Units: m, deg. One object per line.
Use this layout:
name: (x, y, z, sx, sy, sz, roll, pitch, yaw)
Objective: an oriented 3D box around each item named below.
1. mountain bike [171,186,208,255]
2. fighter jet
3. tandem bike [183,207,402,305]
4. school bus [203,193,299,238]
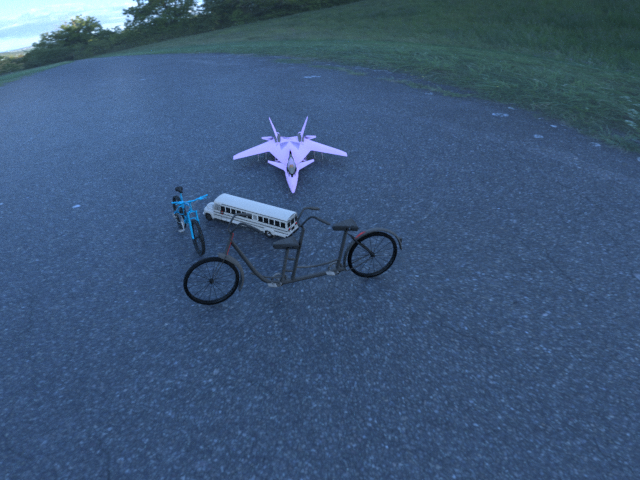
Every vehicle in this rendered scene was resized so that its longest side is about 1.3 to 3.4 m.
mountain bike: (-2.101, -0.378, 11.062, 0.573, 0.868, 1.469, -15, 34, -23)
fighter jet: (-0.567, -1.662, 13.509, 2.229, 0.557, 2.640, -2, 31, -3)
tandem bike: (-0.322, 0.154, 9.728, 3.192, 1.326, 0.550, -9, 32, -15)
school bus: (-1.176, -0.415, 11.545, 1.708, 0.434, 0.365, 15, 34, 24)
